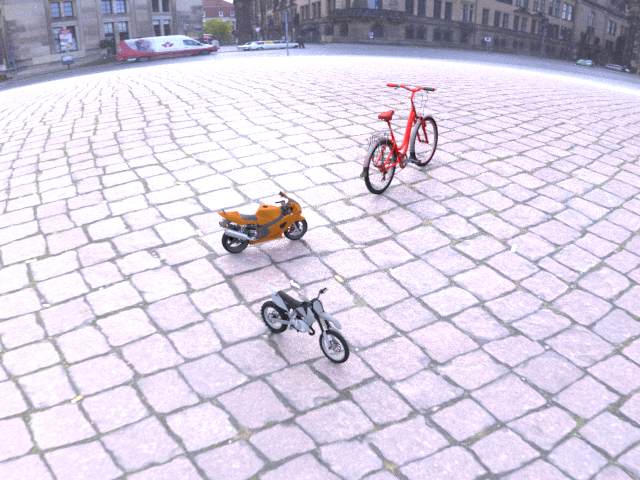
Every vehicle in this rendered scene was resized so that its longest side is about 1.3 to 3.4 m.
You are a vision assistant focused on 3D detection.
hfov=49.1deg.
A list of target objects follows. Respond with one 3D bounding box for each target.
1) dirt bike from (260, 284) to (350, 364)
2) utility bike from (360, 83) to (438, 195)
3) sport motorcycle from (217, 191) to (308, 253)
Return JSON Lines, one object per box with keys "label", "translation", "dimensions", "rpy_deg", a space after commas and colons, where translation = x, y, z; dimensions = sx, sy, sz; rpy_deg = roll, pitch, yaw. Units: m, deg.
{"label": "dirt bike", "translation": [-0.212, 1.019, 9.017], "dimensions": [1.493, 0.857, 0.527], "rpy_deg": [22, 36, 34]}
{"label": "utility bike", "translation": [1.515, -2.044, 13.516], "dimensions": [1.039, 1.839, 2.791], "rpy_deg": [20, 35, 32]}
{"label": "sport motorcycle", "translation": [-0.904, -0.261, 11.355], "dimensions": [1.520, 0.821, 0.506], "rpy_deg": [-12, 31, -21]}
